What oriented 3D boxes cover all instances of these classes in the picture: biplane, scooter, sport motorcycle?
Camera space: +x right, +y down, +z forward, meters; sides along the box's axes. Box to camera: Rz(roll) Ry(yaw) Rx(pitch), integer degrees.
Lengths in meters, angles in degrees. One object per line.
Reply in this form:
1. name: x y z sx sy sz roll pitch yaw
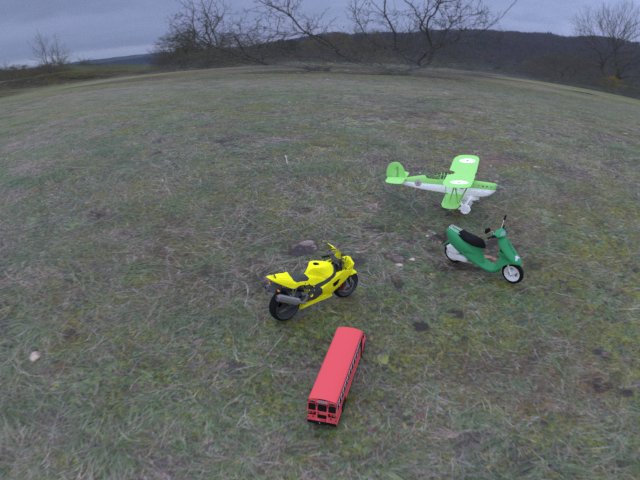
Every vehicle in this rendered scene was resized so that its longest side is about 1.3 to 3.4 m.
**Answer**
1. biplane: 2.258 -1.046 12.764 2.120 0.981 2.598 8 29 14
2. scooter: 2.501 0.083 10.717 1.399 0.919 0.662 21 35 34
3. sport motorcycle: -0.081 0.607 9.840 1.520 0.821 0.506 -18 33 -30

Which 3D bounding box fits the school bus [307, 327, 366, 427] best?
1. school bus: 0.236 1.556 8.475 0.365 0.434 1.708 7 29 13
